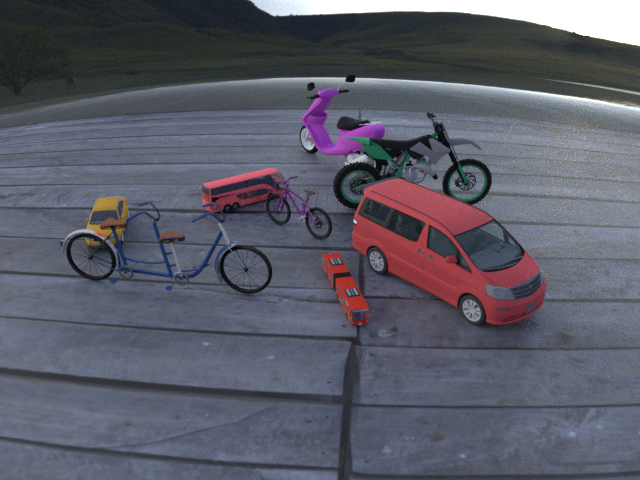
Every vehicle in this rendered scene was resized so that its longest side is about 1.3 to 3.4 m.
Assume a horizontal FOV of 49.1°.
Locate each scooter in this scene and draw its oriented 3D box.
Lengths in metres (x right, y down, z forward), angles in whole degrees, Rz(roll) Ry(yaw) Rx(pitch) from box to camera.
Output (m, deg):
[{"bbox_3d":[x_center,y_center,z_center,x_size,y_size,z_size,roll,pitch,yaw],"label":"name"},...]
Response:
[{"bbox_3d":[0.432,-2.409,14.581,1.288,1.786,2.721,-20,32,-35],"label":"scooter"}]

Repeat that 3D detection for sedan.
[{"bbox_3d":[-3.609,-0.363,11.869,0.635,0.483,1.613,-4,26,-8],"label":"sedan"}]

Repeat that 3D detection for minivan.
[{"bbox_3d":[1.817,0.100,10.104,1.324,1.197,3.011,-20,32,-35],"label":"minivan"}]

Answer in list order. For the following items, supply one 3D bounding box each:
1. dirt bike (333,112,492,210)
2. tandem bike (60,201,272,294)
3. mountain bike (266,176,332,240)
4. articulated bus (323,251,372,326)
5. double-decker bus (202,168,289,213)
[{"bbox_3d":[1.685,-1.353,12.551,2.903,1.666,1.024,-2,26,-3],"label":"dirt bike"},{"bbox_3d":[-2.241,0.087,9.984,3.192,1.326,0.550,4,26,9],"label":"tandem bike"},{"bbox_3d":[-0.373,-0.542,11.798,1.469,0.868,0.573,20,32,35],"label":"mountain bike"},{"bbox_3d":[0.345,0.661,9.991,0.311,0.289,1.749,-6,27,-11],"label":"articulated bus"},{"bbox_3d":[-1.373,-0.933,12.973,1.672,0.541,0.389,-17,31,-31],"label":"double-decker bus"}]
